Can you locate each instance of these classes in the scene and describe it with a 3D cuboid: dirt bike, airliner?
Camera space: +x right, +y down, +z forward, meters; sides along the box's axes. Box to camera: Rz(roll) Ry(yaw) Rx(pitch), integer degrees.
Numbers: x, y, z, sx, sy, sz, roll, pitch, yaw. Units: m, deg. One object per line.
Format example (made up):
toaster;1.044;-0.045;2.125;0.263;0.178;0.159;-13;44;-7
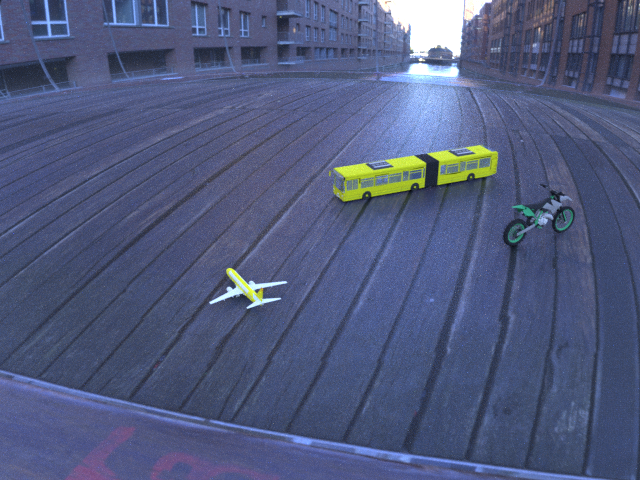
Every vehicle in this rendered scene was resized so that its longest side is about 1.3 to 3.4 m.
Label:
dirt bike;3.562;-0.402;11.273;1.493;0.857;0.527;-13;30;-24
airliner;-1.055;0.584;9.795;1.161;0.429;1.307;-14;30;-26

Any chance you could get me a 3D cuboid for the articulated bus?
articulated bus;1.845;-1.300;13.377;3.401;0.561;0.605;-11;29;-21
